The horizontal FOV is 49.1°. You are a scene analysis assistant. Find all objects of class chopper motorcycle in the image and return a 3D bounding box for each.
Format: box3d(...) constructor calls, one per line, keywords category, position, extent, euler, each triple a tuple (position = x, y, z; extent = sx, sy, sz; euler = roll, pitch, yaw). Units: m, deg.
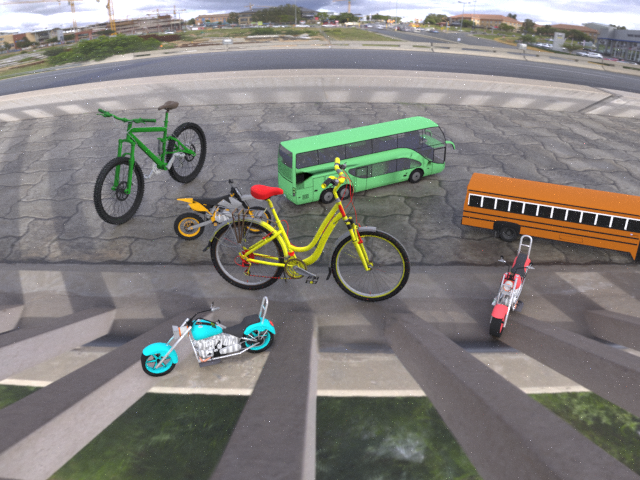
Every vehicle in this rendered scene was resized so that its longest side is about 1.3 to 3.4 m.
box3d(category="chopper motorcycle", position=(2.451, 0.574, 8.966), extent=(0.466, 0.761, 1.563), euler=(14, 32, 23))
box3d(category="chopper motorcycle", position=(-1.276, 1.102, 8.021), extent=(1.563, 0.761, 0.466), euler=(-10, 31, -17))

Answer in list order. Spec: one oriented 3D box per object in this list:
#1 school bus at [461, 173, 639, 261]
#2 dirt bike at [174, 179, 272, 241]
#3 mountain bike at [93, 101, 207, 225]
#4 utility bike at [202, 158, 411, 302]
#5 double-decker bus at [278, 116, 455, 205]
box3d(category="school bus", position=(3.846, -0.322, 10.487), extent=(3.322, 0.844, 0.709), euler=(11, 31, 18))
box3d(category="dirt bike", position=(-1.488, -0.427, 10.662), extent=(1.493, 0.857, 0.527), euler=(-5, 30, -9))
box3d(category="mountain bike", position=(-2.765, -1.425, 11.597), extent=(1.114, 1.688, 2.857), euler=(14, 32, 23))
box3d(category="utility bike", position=(-0.190, -0.130, 9.122), extent=(2.791, 1.839, 1.039), euler=(5, 30, 9))
box3d(category="double-decker bus", position=(0.830, -1.426, 12.251), extent=(3.251, 1.052, 0.756), euler=(-14, 32, -24))
